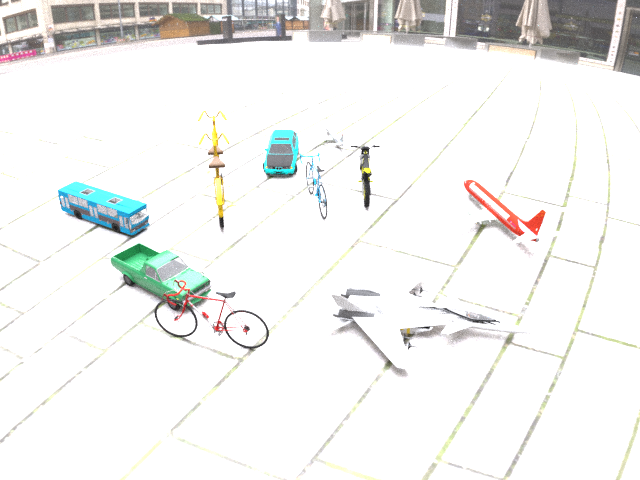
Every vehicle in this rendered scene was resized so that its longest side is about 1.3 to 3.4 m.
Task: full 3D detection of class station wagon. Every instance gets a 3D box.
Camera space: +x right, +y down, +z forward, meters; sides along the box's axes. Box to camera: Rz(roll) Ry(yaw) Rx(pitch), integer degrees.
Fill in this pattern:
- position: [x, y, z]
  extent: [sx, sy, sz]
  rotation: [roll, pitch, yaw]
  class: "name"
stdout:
- position: [-0.751, -1.759, 13.778]
  extent: [0.682, 0.473, 1.597]
  rotation: [1, 30, 1]
  class: "station wagon"

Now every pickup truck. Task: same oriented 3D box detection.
- position: [-2.286, 0.445, 9.998]
  extent: [1.603, 0.511, 0.640]
  rotation: [22, 37, 32]
  class: "pickup truck"

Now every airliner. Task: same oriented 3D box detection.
- position: [0.307, -2.265, 14.681]
  extent: [1.161, 0.429, 1.307]
  rotation: [-8, 31, -13]
  class: "airliner"
- position: [2.982, -0.647, 11.533]
  extent: [2.257, 0.835, 2.541]
  rotation: [-9, 32, -14]
  class: "airliner"

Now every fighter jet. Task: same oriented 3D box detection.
- position: [1.467, 0.893, 9.191]
  extent: [2.640, 0.557, 2.229]
  rotation: [7, 31, 12]
  class: "fighter jet"

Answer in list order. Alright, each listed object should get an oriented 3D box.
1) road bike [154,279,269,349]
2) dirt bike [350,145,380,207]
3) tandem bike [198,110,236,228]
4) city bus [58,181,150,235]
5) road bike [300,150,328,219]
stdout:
- position: [-1.383, 0.953, 8.800]
  extent: [1.545, 0.852, 0.358]
  rotation: [7, 31, 12]
  class: "road bike"
- position: [0.804, -1.228, 12.498]
  extent: [0.527, 0.857, 1.493]
  rotation: [0, 30, 0]
  class: "dirt bike"
- position: [-1.819, -1.384, 12.301]
  extent: [0.550, 1.326, 3.192]
  rotation: [-5, 31, -8]
  class: "tandem bike"
- position: [-3.620, -0.525, 11.694]
  extent: [1.674, 0.460, 0.476]
  rotation: [17, 34, 26]
  class: "city bus"
- position: [-0.068, -0.986, 12.092]
  extent: [0.358, 0.852, 1.545]
  rotation: [-7, 31, -12]
  class: "road bike"
